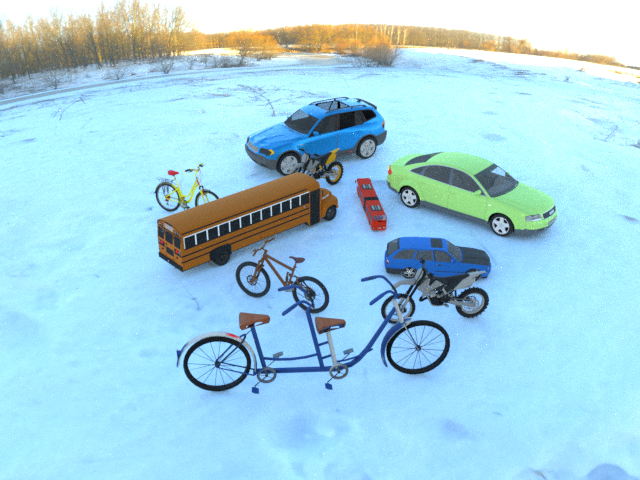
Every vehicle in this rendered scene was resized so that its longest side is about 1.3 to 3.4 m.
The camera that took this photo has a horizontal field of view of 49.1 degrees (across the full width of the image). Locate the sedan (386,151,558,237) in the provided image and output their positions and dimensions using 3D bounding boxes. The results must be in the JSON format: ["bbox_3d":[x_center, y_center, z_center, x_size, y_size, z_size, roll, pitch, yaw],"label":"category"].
[{"bbox_3d":[2.641,-0.946,12.344,3.137,0.940,1.235,21,34,35],"label":"sedan"}]

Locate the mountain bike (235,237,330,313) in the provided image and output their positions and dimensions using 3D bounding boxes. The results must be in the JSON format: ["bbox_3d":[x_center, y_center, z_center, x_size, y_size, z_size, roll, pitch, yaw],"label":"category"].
[{"bbox_3d":[-0.536,0.513,9.623,1.469,0.868,0.573,13,30,23],"label":"mountain bike"}]

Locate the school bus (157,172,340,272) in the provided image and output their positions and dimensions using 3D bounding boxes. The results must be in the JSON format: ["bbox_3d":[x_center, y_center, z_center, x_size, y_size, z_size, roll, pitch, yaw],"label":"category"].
[{"bbox_3d":[-1.029,-0.385,11.371,3.322,0.844,0.709,-23,35,-37],"label":"school bus"}]

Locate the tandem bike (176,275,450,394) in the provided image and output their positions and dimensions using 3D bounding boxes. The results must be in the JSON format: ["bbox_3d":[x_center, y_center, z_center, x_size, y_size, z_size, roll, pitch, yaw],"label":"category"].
[{"bbox_3d":[-0.043,1.103,7.996,3.192,1.326,0.550,-3,28,-6],"label":"tandem bike"}]

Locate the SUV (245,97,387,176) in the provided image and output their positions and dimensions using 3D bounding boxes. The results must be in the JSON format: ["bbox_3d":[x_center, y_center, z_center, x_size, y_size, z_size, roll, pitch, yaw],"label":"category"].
[{"bbox_3d":[-0.062,-2.240,14.623,3.058,1.128,1.276,-15,31,-27],"label":"SUV"}]

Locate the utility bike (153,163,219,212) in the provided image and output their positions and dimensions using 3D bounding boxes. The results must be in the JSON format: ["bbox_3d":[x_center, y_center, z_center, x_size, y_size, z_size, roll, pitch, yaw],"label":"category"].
[{"bbox_3d":[-2.313,-0.891,12.232,1.435,0.946,0.535,12,30,21],"label":"utility bike"}]

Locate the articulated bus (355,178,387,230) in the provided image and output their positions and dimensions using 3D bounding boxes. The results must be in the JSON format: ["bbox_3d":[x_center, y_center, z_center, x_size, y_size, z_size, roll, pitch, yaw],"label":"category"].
[{"bbox_3d":[0.906,-0.662,12.505,0.311,0.289,1.749,-3,28,-5],"label":"articulated bus"}]

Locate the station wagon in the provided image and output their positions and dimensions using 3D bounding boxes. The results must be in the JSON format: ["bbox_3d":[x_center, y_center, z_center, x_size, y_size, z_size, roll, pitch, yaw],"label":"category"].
[{"bbox_3d":[1.775,0.252,10.551,1.597,0.473,0.682,2,28,5],"label":"station wagon"}]

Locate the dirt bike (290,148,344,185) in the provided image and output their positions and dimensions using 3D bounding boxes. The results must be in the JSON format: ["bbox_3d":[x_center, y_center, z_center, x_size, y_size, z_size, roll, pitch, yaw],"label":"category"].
[{"bbox_3d":[-0.084,-1.296,13.106,1.493,0.857,0.527,-24,36,-39],"label":"dirt bike"}]

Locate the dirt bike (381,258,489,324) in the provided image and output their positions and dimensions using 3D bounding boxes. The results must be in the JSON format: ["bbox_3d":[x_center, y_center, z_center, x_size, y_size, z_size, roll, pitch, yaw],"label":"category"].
[{"bbox_3d":[1.543,0.711,9.254,1.493,0.857,0.527,-4,28,-8],"label":"dirt bike"}]
